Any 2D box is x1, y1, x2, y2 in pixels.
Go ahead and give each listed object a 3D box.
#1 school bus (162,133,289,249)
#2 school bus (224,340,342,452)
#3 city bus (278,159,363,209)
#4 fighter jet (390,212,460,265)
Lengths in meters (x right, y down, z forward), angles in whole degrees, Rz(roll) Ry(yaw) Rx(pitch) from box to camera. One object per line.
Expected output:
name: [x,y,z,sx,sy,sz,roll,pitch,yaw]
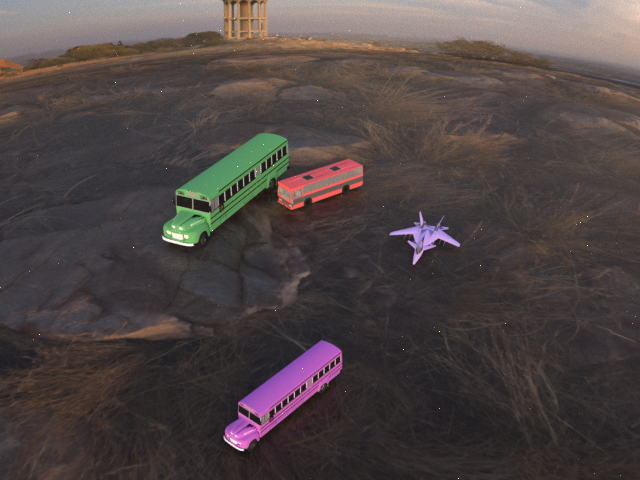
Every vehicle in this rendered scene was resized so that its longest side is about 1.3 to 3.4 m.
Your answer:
school bus: [-1.584,-0.923,12.252,0.709,0.844,3.322,13,32,21]
school bus: [-0.399,1.757,8.002,0.365,0.434,1.708,23,37,34]
city bus: [0.025,-1.013,12.793,1.674,0.460,0.476,-21,36,-32]
fighter jet: [1.659,-0.019,11.239,1.147,0.286,1.358,10,31,17]
